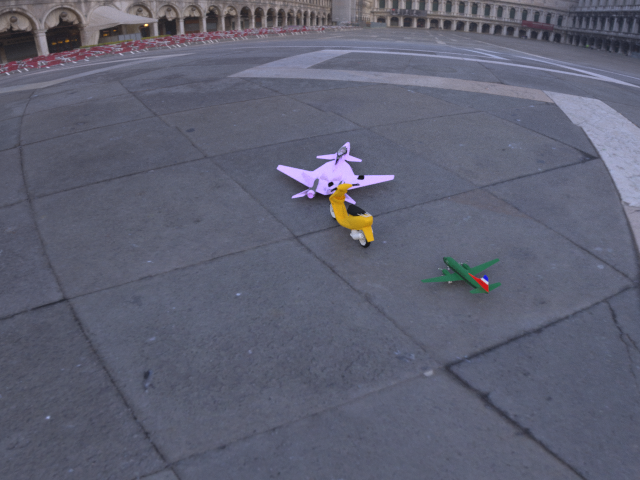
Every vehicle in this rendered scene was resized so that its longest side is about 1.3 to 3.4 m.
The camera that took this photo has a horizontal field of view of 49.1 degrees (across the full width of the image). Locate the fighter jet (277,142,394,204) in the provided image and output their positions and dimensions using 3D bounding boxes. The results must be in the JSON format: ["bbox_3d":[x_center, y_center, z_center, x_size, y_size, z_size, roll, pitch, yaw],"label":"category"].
[{"bbox_3d":[0.324,-1.502,13.306,2.229,0.557,2.640,6,31,10],"label":"fighter jet"}]

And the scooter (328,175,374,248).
[{"bbox_3d":[0.489,-0.511,11.298,0.662,0.919,1.399,-14,34,-22],"label":"scooter"}]

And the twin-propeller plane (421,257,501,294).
[{"bbox_3d":[2.113,0.460,10.174,1.370,0.407,1.095,-14,34,-22],"label":"twin-propeller plane"}]
